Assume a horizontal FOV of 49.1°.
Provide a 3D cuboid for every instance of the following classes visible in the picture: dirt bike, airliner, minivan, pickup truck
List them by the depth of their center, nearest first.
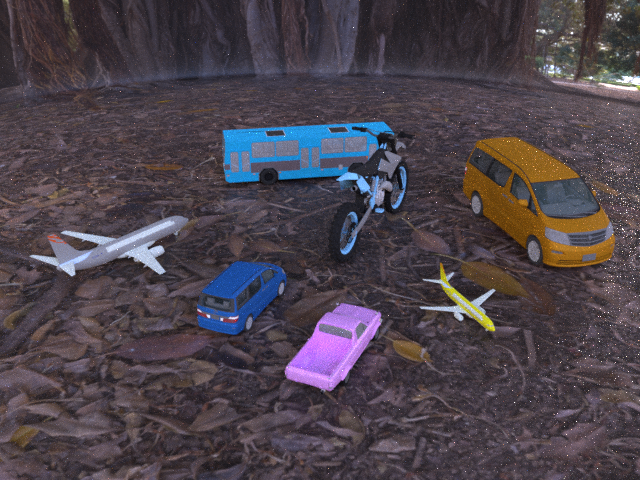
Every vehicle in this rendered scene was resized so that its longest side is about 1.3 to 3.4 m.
[{"bbox_3d":[0.194,1.176,8.130,0.640,0.511,1.603,11,28,22],"label":"pickup truck"},{"bbox_3d":[1.888,0.747,9.107,1.161,0.429,1.307,-11,28,-21],"label":"airliner"},{"bbox_3d":[-0.981,0.636,9.122,0.681,0.616,1.548,10,28,20],"label":"minivan"},{"bbox_3d":[-2.907,-0.103,10.396,2.257,0.835,2.541,18,31,32],"label":"airliner"},{"bbox_3d":[0.828,-0.842,10.966,1.024,1.666,2.903,13,29,25],"label":"dirt bike"},{"bbox_3d":[3.419,-0.662,11.133,1.324,1.197,3.011,-7,27,-14],"label":"minivan"}]

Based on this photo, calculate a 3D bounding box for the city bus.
[{"bbox_3d":[-0.234,-1.672,13.564,3.255,0.894,0.926,-5,26,-9],"label":"city bus"}]
